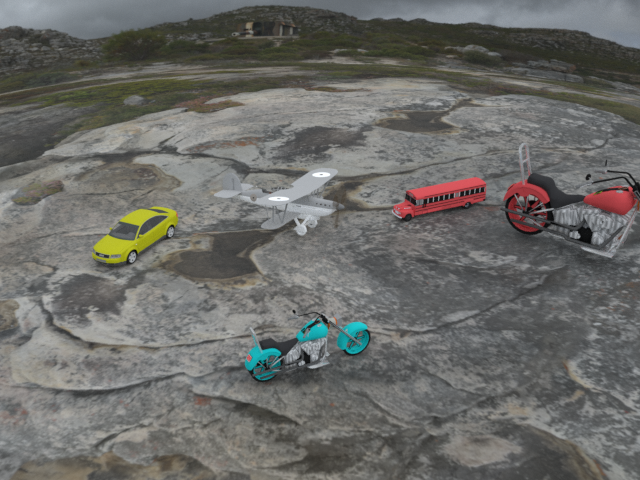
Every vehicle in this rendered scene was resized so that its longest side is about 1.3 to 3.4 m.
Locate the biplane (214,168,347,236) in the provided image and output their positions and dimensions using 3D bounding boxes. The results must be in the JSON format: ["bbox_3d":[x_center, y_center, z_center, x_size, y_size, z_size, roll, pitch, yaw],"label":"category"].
[{"bbox_3d":[-0.596,-0.663,11.183,2.120,0.981,2.598,10,29,19],"label":"biplane"}]

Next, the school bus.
[{"bbox_3d":[2.017,-0.698,11.850,1.708,0.434,0.365,-12,30,-22],"label":"school bus"}]

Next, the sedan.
[{"bbox_3d":[-2.804,-0.121,10.673,0.635,0.483,1.613,12,30,22],"label":"sedan"}]

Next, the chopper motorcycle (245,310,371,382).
[{"bbox_3d":[-0.114,1.131,7.936,1.563,0.761,0.466,-14,30,-25],"label":"chopper motorcycle"}]

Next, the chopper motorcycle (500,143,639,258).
[{"bbox_3d":[4.129,-0.417,10.160,3.040,1.480,0.906,20,33,33],"label":"chopper motorcycle"}]
